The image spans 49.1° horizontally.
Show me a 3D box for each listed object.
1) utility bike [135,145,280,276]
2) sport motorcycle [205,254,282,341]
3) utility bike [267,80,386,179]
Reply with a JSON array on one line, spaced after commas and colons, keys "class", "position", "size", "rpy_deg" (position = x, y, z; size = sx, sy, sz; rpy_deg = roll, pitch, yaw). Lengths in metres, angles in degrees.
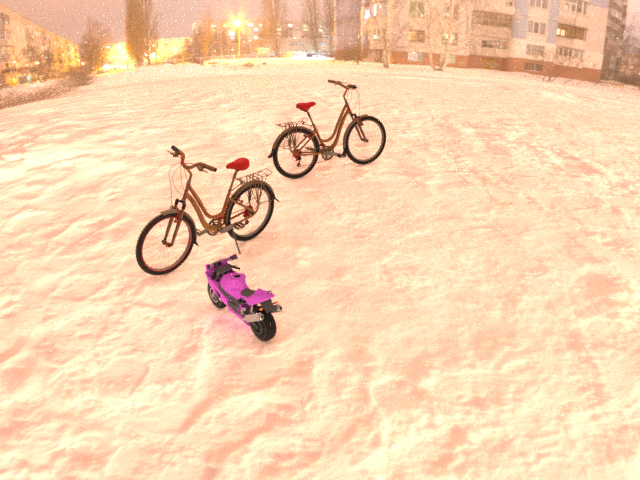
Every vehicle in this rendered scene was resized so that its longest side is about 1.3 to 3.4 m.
[{"class": "utility bike", "position": [-1.611, -0.542, 10.789], "size": [1.039, 1.839, 2.791], "rpy_deg": [24, 35, 39]}, {"class": "sport motorcycle", "position": [-1.071, 0.758, 9.331], "size": [0.506, 0.821, 1.520], "rpy_deg": [-21, 34, -36]}, {"class": "utility bike", "position": [0.141, -2.308, 14.315], "size": [2.791, 1.839, 1.039], "rpy_deg": [-14, 30, -26]}]
